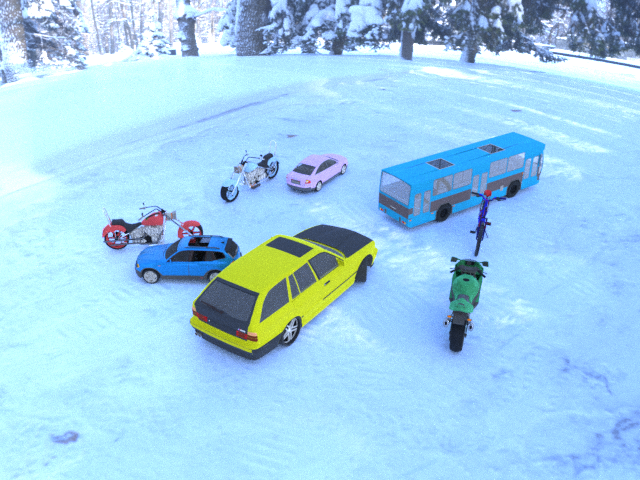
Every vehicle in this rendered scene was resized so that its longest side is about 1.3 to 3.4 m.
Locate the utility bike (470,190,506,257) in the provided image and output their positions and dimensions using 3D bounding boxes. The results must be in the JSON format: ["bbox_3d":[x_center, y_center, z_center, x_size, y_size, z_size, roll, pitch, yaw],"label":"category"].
[{"bbox_3d":[2.643,-0.384,11.151,0.535,0.946,1.435,7,30,13],"label":"utility bike"}]

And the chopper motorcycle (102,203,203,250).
[{"bbox_3d":[-2.650,-0.226,11.056,1.563,0.761,0.466,-5,30,-9],"label":"chopper motorcycle"}]

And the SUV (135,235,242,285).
[{"bbox_3d":[-1.946,0.258,10.374,1.572,0.580,0.656,1,29,2],"label":"SUV"}]

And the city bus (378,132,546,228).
[{"bbox_3d":[2.567,-1.081,12.454,3.255,0.894,0.926,-18,34,-29],"label":"city bus"}]

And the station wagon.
[{"bbox_3d":[-0.370,0.451,9.679,1.327,0.920,3.105,19,34,30],"label":"station wagon"}]

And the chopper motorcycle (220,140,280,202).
[{"bbox_3d":[-1.284,-1.283,12.952,0.466,0.761,1.563,19,34,30],"label":"chopper motorcycle"}]

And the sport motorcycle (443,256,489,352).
[{"bbox_3d":[1.881,0.794,9.166,0.506,0.821,1.520,8,30,14],"label":"sport motorcycle"}]

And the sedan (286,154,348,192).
[{"bbox_3d":[-0.029,-1.381,13.414,0.635,0.483,1.613,17,33,28],"label":"sedan"}]
